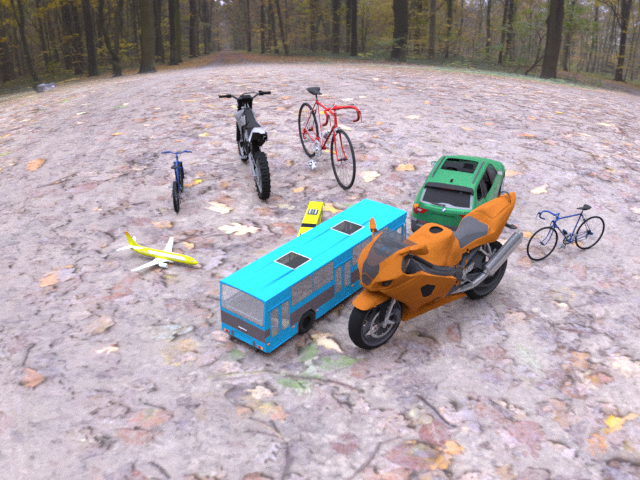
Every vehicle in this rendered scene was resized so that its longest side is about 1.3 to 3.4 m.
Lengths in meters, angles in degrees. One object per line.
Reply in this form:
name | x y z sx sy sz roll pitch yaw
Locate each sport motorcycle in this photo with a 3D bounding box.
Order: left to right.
sport motorcycle | 1.543 0.371 9.312 2.955 1.596 0.983 -20 34 -33

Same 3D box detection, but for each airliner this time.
airliner | -2.500 0.149 10.976 1.307 0.429 1.161 10 29 18

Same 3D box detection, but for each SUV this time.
SUV | 2.483 -0.939 12.283 1.276 1.128 3.058 10 30 19

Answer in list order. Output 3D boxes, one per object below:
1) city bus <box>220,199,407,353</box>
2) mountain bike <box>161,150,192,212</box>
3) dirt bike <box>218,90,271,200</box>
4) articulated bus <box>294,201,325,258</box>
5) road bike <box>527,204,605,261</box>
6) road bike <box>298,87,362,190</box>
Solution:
city bus | 0.028 0.433 9.944 0.926 0.894 3.255 20 34 33
mountain bike | -2.628 -1.130 12.921 0.573 0.868 1.469 -2 28 -5
dirt bike | -1.366 -1.981 13.675 1.024 1.666 2.903 -8 29 -14
articulated bus | -0.175 -0.173 11.733 0.311 0.289 1.749 4 28 7
road bike | 3.920 -0.140 11.071 1.545 0.852 0.358 -11 30 -20
road bike | 0.091 -2.154 14.013 0.696 1.656 3.004 -11 30 -19
